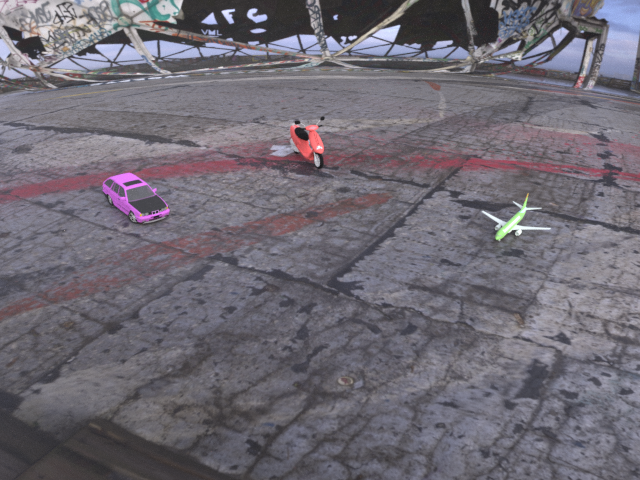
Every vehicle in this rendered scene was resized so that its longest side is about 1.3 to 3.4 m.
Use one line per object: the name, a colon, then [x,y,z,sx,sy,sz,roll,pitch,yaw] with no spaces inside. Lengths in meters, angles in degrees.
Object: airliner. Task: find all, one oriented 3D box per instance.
airliner: [3.102,-0.360,11.257,1.161,0.429,1.307,18,32,31]

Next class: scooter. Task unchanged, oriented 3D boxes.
scooter: [-0.271,-2.035,14.046,0.662,0.919,1.399,-13,30,-24]

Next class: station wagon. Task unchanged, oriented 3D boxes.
station wagon: [-3.168,-0.753,11.991,0.682,0.473,1.597,-19,32,-33]
